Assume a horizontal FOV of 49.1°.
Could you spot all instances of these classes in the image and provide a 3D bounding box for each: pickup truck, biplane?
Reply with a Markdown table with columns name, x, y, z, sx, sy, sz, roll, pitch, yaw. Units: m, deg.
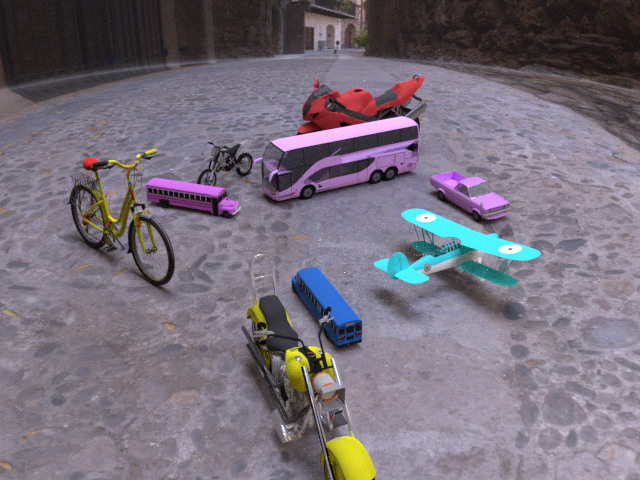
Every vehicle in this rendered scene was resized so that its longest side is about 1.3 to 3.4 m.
| name | x | y | z | sx | sy | sz | roll | pitch | yaw |
| --- | --- | --- | --- | --- | --- | --- | --- | --- | --- |
| pickup truck | 2.641 | -0.852 | 12.426 | 0.640 | 0.511 | 1.603 | -15 | 32 | -25 |
| biplane | 1.793 | 0.212 | 9.974 | 2.120 | 0.981 | 2.598 | -17 | 33 | -28 |

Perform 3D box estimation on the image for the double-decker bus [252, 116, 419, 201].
| name | x | y | z | sx | sy | sz | roll | pitch | yaw |
| --- | --- | --- | --- | --- | --- | --- | --- | --- | --- |
| double-decker bus | 0.372 | -1.528 | 13.105 | 3.251 | 1.052 | 0.756 | -15 | 32 | -25 |

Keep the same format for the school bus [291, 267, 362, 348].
| name | x | y | z | sx | sy | sz | roll | pitch | yaw |
| --- | --- | --- | --- | --- | --- | --- | --- | --- | --- |
| school bus | 0.047 | 0.829 | 9.409 | 0.365 | 0.434 | 1.708 | -11 | 31 | -20 |

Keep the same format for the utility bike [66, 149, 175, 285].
| name | x | y | z | sx | sy | sz | roll | pitch | yaw |
| --- | --- | --- | --- | --- | --- | --- | --- | --- | --- |
| utility bike | -2.980 | -0.513 | 10.409 | 2.791 | 1.839 | 1.039 | 24 | 36 | 37 |

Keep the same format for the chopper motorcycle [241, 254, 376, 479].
| name | x | y | z | sx | sy | sz | roll | pitch | yaw |
| --- | --- | --- | --- | --- | --- | --- | --- | --- | --- |
| chopper motorcycle | -0.169 | 1.410 | 7.242 | 0.906 | 1.480 | 3.040 | -11 | 30 | -20 |

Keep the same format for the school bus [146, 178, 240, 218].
| name | x | y | z | sx | sy | sz | roll | pitch | yaw |
| --- | --- | --- | --- | --- | --- | --- | --- | --- | --- |
| school bus | -2.228 | -0.752 | 12.322 | 1.708 | 0.434 | 0.365 | 10 | 30 | 17 |

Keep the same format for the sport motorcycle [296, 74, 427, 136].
| name | x | y | z | sx | sy | sz | roll | pitch | yaw |
| --- | --- | --- | --- | --- | --- | --- | --- | --- | --- |
| sport motorcycle | 0.822 | -2.475 | 14.278 | 2.955 | 1.596 | 0.983 | -13 | 31 | -22 |

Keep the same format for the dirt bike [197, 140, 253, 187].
| name | x | y | z | sx | sy | sz | roll | pitch | yaw |
| --- | --- | --- | --- | --- | --- | --- | --- | --- | --- |
| dirt bike | -1.769 | -1.442 | 13.150 | 0.527 | 0.857 | 1.493 | 19 | 34 | 31 |
